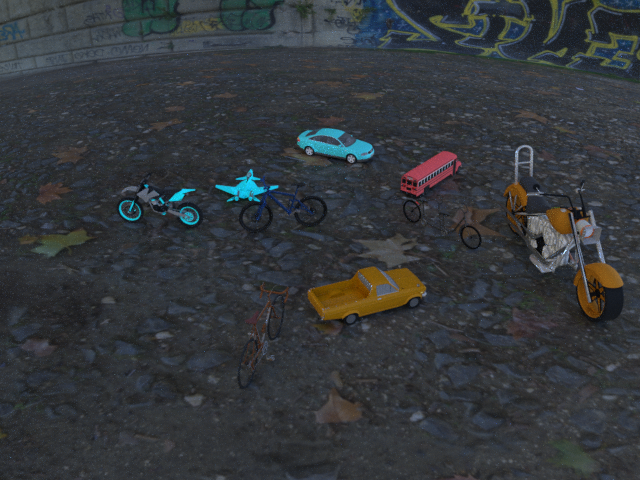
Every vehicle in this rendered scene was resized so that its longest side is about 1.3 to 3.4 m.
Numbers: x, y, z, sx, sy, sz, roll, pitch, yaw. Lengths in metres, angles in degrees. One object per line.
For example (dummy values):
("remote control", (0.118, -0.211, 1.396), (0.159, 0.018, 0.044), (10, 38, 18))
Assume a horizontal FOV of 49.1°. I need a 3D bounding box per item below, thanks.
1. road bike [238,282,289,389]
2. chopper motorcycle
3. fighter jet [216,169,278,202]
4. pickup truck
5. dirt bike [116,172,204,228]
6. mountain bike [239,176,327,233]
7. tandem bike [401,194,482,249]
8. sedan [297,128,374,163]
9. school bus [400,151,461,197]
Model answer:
("road bike", (-0.701, 1.109, 8.515), (0.358, 0.852, 1.545), (9, 31, 15))
("chopper motorcycle", (3.461, -0.169, 10.097), (0.906, 1.480, 3.040), (-6, 31, -11))
("fighter jet", (-1.338, -1.097, 12.893), (1.147, 0.286, 1.358), (1, 30, 1))
("pickup truck", (0.650, 0.700, 9.561), (1.603, 0.511, 0.640), (-12, 32, -20))
("dirt bike", (-2.655, -0.616, 11.491), (1.493, 0.857, 0.527), (5, 30, 8))
("mountain bike", (-0.596, -0.558, 11.380), (1.469, 0.868, 0.573), (-7, 31, -11))
("tandem bike", (1.939, -0.389, 11.273), (0.283, 0.682, 1.642), (-25, 38, -36))
("sedan", (0.317, -1.955, 14.178), (1.613, 0.483, 0.635), (13, 33, 22))
("school bus", (2.108, -1.261, 13.028), (0.365, 0.434, 1.708), (22, 36, 33))
